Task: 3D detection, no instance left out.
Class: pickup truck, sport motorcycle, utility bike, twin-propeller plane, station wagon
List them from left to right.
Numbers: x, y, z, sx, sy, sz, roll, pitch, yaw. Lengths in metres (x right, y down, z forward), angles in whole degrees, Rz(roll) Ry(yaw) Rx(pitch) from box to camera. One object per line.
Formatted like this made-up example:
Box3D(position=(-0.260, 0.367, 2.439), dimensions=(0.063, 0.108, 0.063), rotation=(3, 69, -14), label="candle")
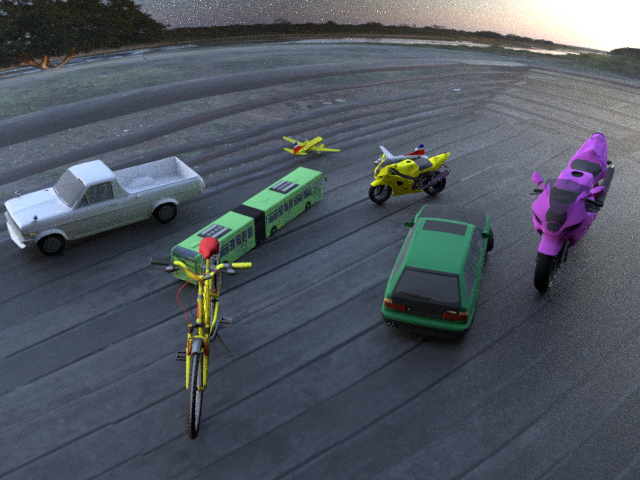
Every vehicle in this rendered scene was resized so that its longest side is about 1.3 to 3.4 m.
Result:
Box3D(position=(-3.507, -0.735, 11.481), dimensions=(3.117, 0.993, 1.244), rotation=(-19, 35, -29), label="pickup truck")
Box3D(position=(-1.249, 0.803, 8.010), dimensions=(1.039, 1.839, 2.791), rotation=(-1, 30, -2), label="utility bike")
Box3D(position=(-0.234, -1.939, 14.122), dimensions=(1.370, 0.407, 1.095), rotation=(17, 35, 27), label="twin-propeller plane")
Box3D(position=(1.537, -1.607, 13.553), dimensions=(1.095, 0.407, 1.370), rotation=(-10, 32, -16), label="twin-propeller plane")
Box3D(position=(1.565, -1.096, 12.269), dimensions=(1.520, 0.821, 0.506), rotation=(-10, 32, -16), label="sport motorcycle")
Box3D(position=(1.755, 0.177, 9.993), dimensions=(1.327, 0.920, 3.105), rotation=(9, 31, 15), label="station wagon")
Box3D(position=(3.742, -0.470, 10.430), dimensions=(0.983, 1.596, 2.955), rotation=(16, 34, 26), label="sport motorcycle")

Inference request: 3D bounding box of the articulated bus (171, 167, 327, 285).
Box3D(position=(-1.027, -0.315, 11.190), dimensions=(0.605, 0.561, 3.401), rotation=(18, 35, 27), label="articulated bus")
